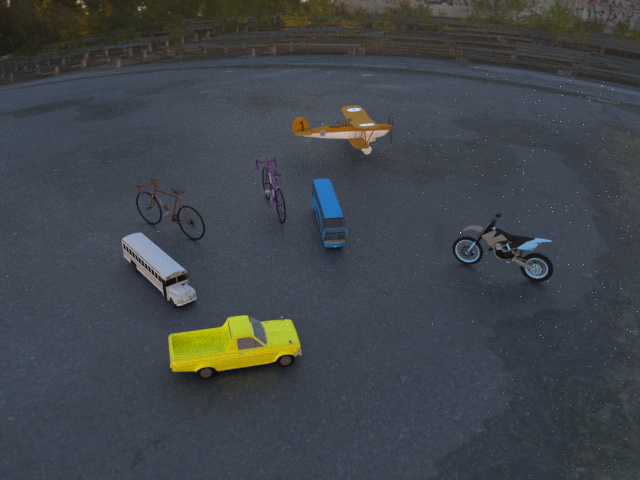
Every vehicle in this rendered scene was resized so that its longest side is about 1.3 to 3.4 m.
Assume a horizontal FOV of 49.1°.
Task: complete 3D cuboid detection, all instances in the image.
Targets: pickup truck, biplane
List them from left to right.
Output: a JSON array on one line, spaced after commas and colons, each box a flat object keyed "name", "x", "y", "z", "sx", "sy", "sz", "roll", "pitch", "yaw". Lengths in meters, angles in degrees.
[{"name": "pickup truck", "x": -1.038, "y": 1.250, "z": 8.517, "sx": 1.603, "sy": 0.511, "sz": 0.640, "roll": -7, "pitch": 30, "yaw": -12}, {"name": "biplane", "x": 0.490, "y": -2.264, "z": 14.403, "sx": 2.120, "sy": 0.981, "sz": 2.598, "roll": -3, "pitch": 29, "yaw": -5}]

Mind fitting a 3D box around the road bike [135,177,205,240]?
[{"name": "road bike", "x": -2.455, "y": -0.513, "z": 11.361, "sx": 1.545, "sy": 0.852, "sz": 0.358, "roll": 18, "pitch": 34, "yaw": 29}]

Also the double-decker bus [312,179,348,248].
[{"name": "double-decker bus", "x": 0.133, "y": -0.446, "z": 11.561, "sx": 0.389, "sy": 0.541, "sz": 1.672, "roll": -4, "pitch": 29, "yaw": -7}]

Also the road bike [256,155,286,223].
[{"name": "road bike", "x": -0.806, "y": -0.904, "z": 12.069, "sx": 0.358, "sy": 0.852, "sz": 1.545, "roll": -9, "pitch": 30, "yaw": -16}]

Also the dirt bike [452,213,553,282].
[{"name": "dirt bike", "x": 2.670, "y": 0.115, "z": 10.217, "sx": 1.493, "sy": 0.857, "sz": 0.527, "roll": 14, "pitch": 32, "yaw": 24}]

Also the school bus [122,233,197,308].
[{"name": "school bus", "x": -2.332, "y": 0.417, "z": 10.108, "sx": 0.365, "sy": 0.434, "sz": 1.708, "roll": -21, "pitch": 35, "yaw": -33}]
